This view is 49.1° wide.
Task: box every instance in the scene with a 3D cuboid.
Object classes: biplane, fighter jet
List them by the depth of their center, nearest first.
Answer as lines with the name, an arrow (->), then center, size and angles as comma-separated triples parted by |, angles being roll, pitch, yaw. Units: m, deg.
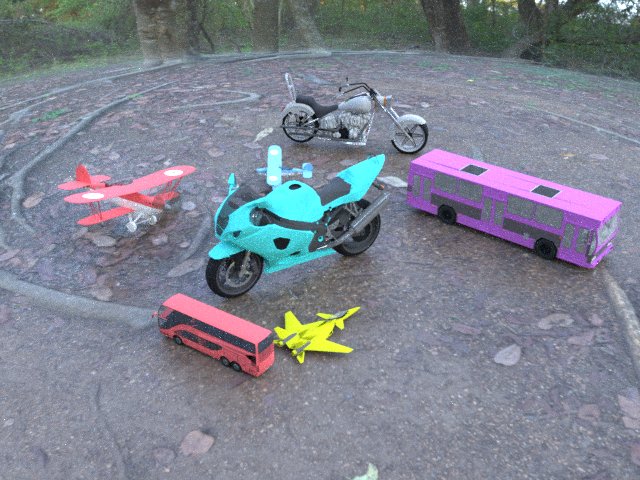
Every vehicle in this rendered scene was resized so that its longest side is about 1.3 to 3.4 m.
fighter jet -> 0.051, 1.051, 8.866 | 1.358, 0.286, 1.147 | -26, 38, -38
biplane -> -3.194, -0.743, 11.369 | 2.120, 0.981, 2.598 | 17, 33, 27
biplane -> -0.669, -1.242, 12.751 | 1.090, 0.504, 1.336 | -1, 29, -2

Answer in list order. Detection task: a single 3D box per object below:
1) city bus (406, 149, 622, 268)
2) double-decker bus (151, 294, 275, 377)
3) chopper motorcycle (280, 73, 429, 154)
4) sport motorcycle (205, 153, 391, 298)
city bus -> 2.944, -0.533, 11.080 | 3.255, 0.894, 0.926 | 23, 37, 35
double-decker bus -> -1.303, 1.119, 8.482 | 1.672, 0.541, 0.389 | 18, 34, 29
chopper motorcycle -> 0.673, -2.540, 14.077 | 3.040, 1.480, 0.906 | 6, 30, 10
sport motorcycle -> -0.285, -0.225, 9.808 | 2.955, 1.596, 0.983 | -19, 34, -30
